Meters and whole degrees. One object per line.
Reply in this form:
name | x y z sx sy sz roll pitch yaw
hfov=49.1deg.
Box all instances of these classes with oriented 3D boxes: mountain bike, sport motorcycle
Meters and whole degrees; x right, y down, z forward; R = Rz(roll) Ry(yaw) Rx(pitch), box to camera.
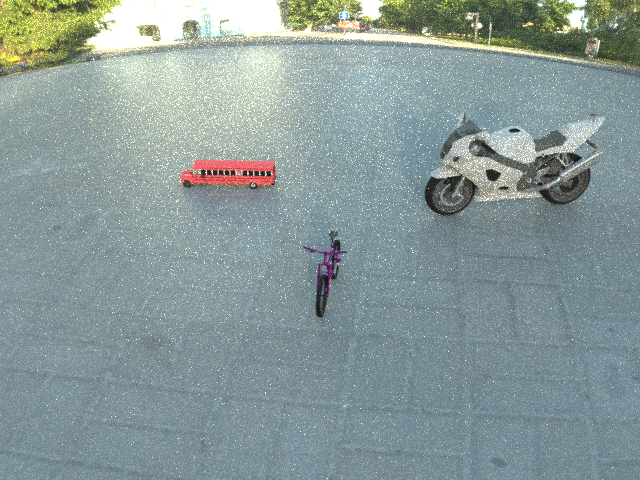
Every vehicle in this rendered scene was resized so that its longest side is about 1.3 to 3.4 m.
mountain bike | 0.118 0.363 9.356 0.573 0.868 1.469 6 30 10
sport motorcycle | 3.144 -1.229 11.390 2.955 1.596 0.983 -6 30 -10

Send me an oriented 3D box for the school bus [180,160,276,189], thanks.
school bus | -1.650 -1.183 12.476 1.708 0.434 0.365 1 30 2
